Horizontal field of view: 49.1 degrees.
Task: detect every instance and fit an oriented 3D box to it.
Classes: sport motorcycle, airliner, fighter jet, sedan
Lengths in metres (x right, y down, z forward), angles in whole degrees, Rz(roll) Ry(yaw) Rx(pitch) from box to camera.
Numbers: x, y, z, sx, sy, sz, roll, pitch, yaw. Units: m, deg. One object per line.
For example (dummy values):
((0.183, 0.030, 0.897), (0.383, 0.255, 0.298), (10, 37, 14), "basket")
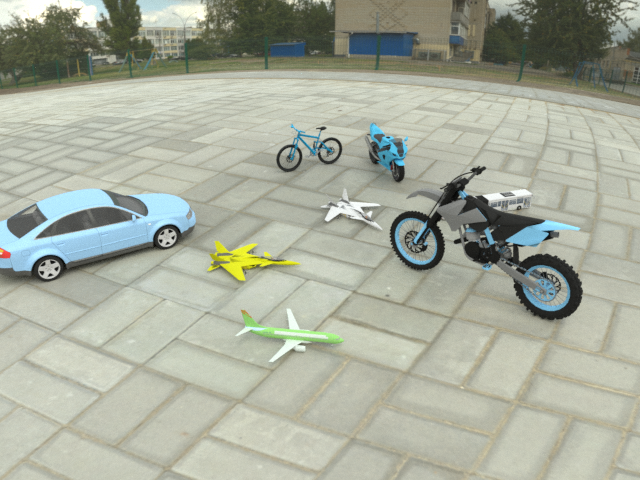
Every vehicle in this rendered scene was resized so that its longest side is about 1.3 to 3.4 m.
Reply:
((1.308, -1.733, 13.744), (0.506, 0.821, 1.520), (-9, 28, -18), "sport motorcycle")
((-0.350, 1.087, 8.615), (1.307, 0.429, 1.161), (4, 27, 7), "airliner")
((0.633, -0.495, 11.893), (1.147, 0.286, 1.358), (-17, 32, -31), "fighter jet")
((-0.954, 0.256, 10.412), (1.358, 0.286, 1.147), (2, 27, 4), "fighter jet")
((-3.441, -0.258, 10.704), (3.137, 0.940, 1.235), (-17, 31, -29), "sedan")

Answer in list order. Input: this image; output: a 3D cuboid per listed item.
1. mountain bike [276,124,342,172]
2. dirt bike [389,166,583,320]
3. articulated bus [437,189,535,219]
((-0.202, -1.849, 13.922), (1.469, 0.868, 0.573), (-14, 30, -25), "mountain bike")
((2.159, -0.018, 9.427), (2.903, 1.666, 1.024), (21, 34, 35), "dirt bike")
((2.873, -0.617, 12.132), (1.749, 0.289, 0.311), (-9, 28, -16), "articulated bus")
